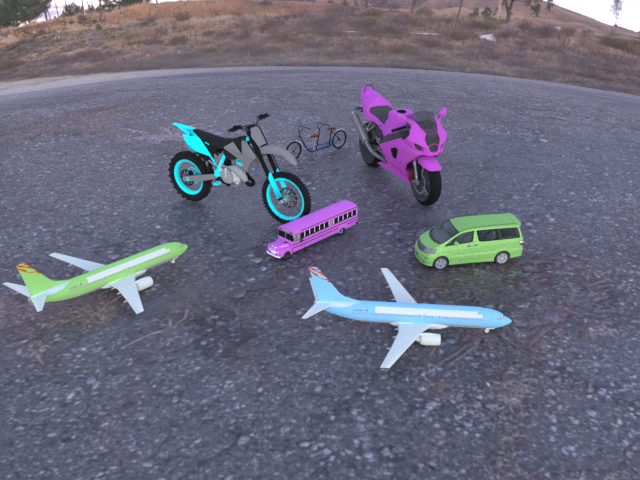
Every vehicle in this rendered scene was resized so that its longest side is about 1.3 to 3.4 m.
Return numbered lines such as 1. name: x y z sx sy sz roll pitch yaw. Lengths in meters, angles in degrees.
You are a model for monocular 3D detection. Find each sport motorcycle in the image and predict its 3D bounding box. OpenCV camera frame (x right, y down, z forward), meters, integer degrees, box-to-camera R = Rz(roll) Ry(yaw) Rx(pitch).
1. sport motorcycle: 1.424 -1.785 12.762 0.983 1.596 2.955 -10 28 -20

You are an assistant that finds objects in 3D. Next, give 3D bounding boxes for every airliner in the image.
1. airliner: 1.086 0.741 8.579 2.541 0.835 2.257 2 27 4
2. airliner: -2.845 0.289 9.480 2.257 0.835 2.541 23 35 38

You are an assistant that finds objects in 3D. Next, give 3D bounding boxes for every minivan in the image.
1. minivan: 2.183 -0.004 10.307 1.548 0.616 0.681 -4 27 -9

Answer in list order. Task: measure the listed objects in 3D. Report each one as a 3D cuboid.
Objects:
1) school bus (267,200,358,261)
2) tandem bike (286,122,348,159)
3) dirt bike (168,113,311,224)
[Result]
1. school bus: -0.107 -0.165 10.829 0.365 0.434 1.708 24 35 39
2. tandem bike: -0.049 -2.085 14.378 1.642 0.682 0.283 -20 33 -34
3. dirt bike: -1.393 -1.225 11.568 2.903 1.666 1.024 15 30 27
